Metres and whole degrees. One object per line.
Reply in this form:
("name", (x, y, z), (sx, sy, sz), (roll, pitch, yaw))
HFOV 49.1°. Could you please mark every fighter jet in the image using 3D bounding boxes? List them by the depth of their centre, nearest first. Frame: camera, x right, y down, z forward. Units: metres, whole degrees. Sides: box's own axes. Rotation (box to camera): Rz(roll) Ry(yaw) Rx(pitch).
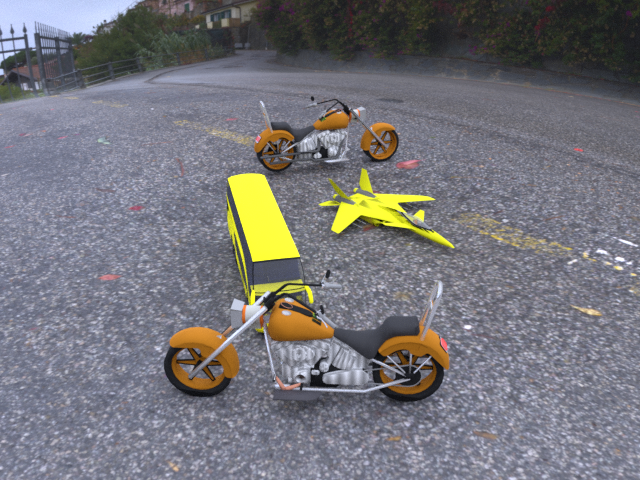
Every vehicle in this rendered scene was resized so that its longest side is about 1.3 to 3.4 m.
("fighter jet", (1.232, -0.490, 11.545), (2.229, 0.557, 2.640), (-19, 32, -34))

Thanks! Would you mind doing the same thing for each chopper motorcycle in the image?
("chopper motorcycle", (-0.156, 1.043, 7.376), (3.040, 1.480, 0.906), (2, 26, 4))
("chopper motorcycle", (0.169, -2.150, 13.881), (3.040, 1.480, 0.906), (-9, 28, -18))

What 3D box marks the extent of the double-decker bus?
("double-decker bus", (-0.810, 0.105, 9.772), (0.756, 1.052, 3.251), (-6, 27, -12))
